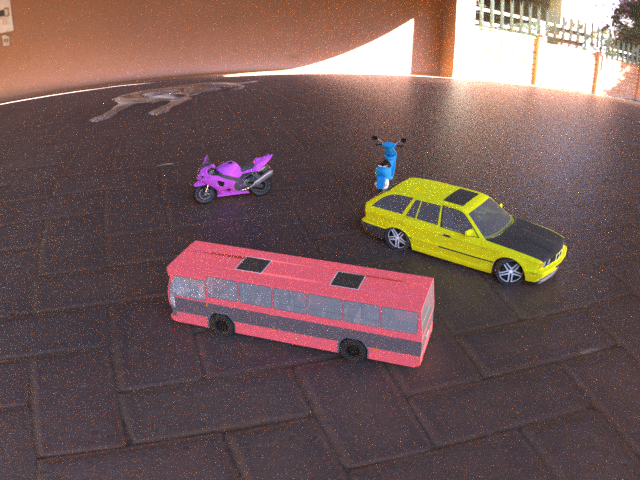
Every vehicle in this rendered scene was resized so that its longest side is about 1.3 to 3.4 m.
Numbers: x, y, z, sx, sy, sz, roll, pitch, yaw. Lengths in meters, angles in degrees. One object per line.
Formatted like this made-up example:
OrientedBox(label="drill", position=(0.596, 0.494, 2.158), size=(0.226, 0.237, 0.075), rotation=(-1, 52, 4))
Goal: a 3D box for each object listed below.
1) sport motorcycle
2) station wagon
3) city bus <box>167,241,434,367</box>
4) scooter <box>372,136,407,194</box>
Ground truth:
OrientedBox(label="sport motorcycle", position=(-1.569, -1.109, 12.614), size=(1.520, 0.821, 0.506), rotation=(-10, 28, -19))
OrientedBox(label="station wagon", position=(2.197, -0.235, 10.759), size=(3.105, 0.920, 1.327), rotation=(18, 32, 32))
OrientedBox(label="city bus", position=(-0.261, 0.789, 8.747), size=(3.255, 0.894, 0.926), rotation=(8, 28, 16))
OrientedBox(label="scooter", position=(1.254, -1.444, 13.172), size=(0.662, 0.919, 1.399), rotation=(7, 27, 13))
